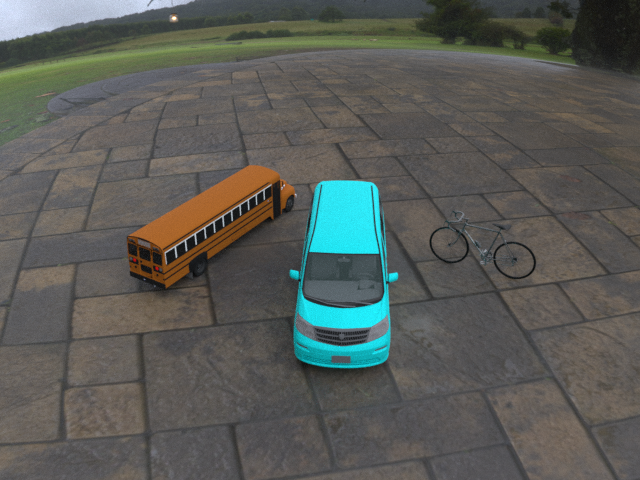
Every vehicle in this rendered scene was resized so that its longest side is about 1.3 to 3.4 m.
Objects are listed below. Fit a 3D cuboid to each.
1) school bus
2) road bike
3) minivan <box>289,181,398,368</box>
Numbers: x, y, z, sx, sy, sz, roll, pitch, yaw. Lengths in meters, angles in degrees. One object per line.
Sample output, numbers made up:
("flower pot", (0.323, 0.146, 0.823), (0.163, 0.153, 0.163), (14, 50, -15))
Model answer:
("school bus", (-1.491, -0.344, 10.663), (0.709, 0.844, 3.322), (17, 34, 27))
("road bike", (2.302, 0.071, 9.940), (1.545, 0.852, 0.358), (14, 33, 23))
("minivan", (0.316, 0.341, 9.129), (1.324, 1.197, 3.011), (1, 30, 2))
